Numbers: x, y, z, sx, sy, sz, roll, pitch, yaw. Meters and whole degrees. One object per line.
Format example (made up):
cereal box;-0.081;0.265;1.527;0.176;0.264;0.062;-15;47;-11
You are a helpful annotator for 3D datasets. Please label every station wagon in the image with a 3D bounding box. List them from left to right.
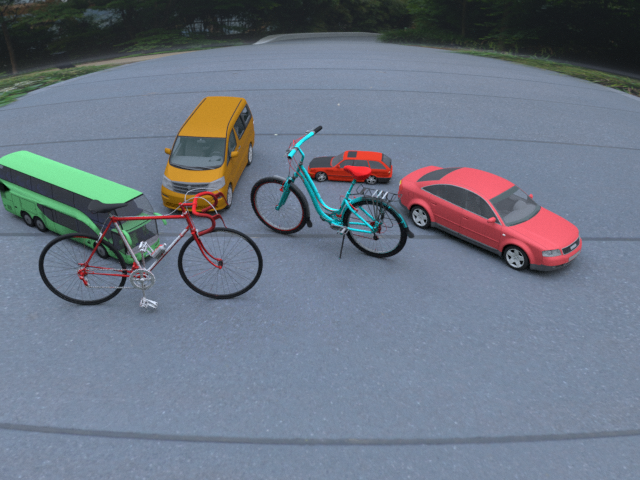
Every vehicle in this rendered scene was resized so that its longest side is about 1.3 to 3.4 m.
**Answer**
station wagon;0.567;-1.406;13.198;1.597;0.473;0.682;4;31;6

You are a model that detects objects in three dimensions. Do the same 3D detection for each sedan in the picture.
sedan;2.665;-0.493;11.202;1.235;0.940;3.137;-27;40;-37

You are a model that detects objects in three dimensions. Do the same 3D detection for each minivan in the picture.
minivan;-2.010;-1.624;12.856;1.324;1.197;3.011;3;31;6

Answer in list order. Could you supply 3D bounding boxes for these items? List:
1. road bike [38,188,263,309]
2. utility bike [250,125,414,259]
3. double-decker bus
road bike;-2.283;0.155;9.406;3.004;1.656;0.696;-2;31;-4
utility bike;0.087;-0.638;10.564;2.791;1.839;1.039;14;33;22
double-decker bus;-3.882;-0.542;11.174;3.251;1.052;0.756;19;36;29
